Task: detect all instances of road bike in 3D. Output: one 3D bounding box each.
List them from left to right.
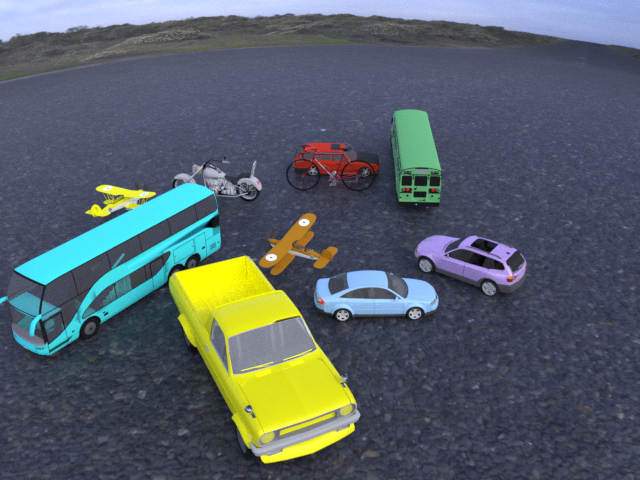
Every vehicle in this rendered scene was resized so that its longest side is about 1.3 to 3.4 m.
[{"bbox_3d":[0.183,-1.228,12.028,1.545,0.852,0.358,1,30,1],"label":"road bike"}]

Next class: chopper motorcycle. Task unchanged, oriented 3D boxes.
[{"bbox_3d":[-1.745,-1.034,11.780,1.563,0.761,0.466,6,30,10],"label":"chopper motorcycle"}]

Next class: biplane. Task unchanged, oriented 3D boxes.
[{"bbox_3d":[-3.245,-0.598,11.279,1.336,0.504,1.090,19,35,29],"label":"biplane"},{"bbox_3d":[-0.306,0.156,9.964,1.090,0.504,1.336,16,34,26],"label":"biplane"}]

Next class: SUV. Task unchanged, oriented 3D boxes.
[{"bbox_3d":[2.079,0.250,9.723,1.572,0.580,0.656,20,36,31],"label":"SUV"}]

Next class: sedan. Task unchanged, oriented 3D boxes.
[{"bbox_3d":[0.729,0.683,9.067,1.613,0.483,0.635,-1,30,-1],"label":"sedan"}]

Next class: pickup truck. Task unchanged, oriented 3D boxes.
[{"bbox_3d":[-0.751,1.093,7.840,1.244,0.993,3.117,-14,33,-22],"label":"pickup truck"}]

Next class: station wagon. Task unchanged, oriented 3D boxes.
[{"bbox_3d":[0.317,-1.497,12.877,1.597,0.473,0.682,2,30,4],"label":"station wagon"}]

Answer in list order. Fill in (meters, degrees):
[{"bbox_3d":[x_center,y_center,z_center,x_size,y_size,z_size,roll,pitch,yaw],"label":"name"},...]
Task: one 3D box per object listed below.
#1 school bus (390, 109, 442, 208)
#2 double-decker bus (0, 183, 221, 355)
[{"bbox_3d":[1.685,-1.588,12.662,0.709,0.844,3.322,1,30,2],"label":"school bus"},{"bbox_3d":[-2.598,0.309,9.147,0.756,1.052,3.251,19,35,29],"label":"double-decker bus"}]
